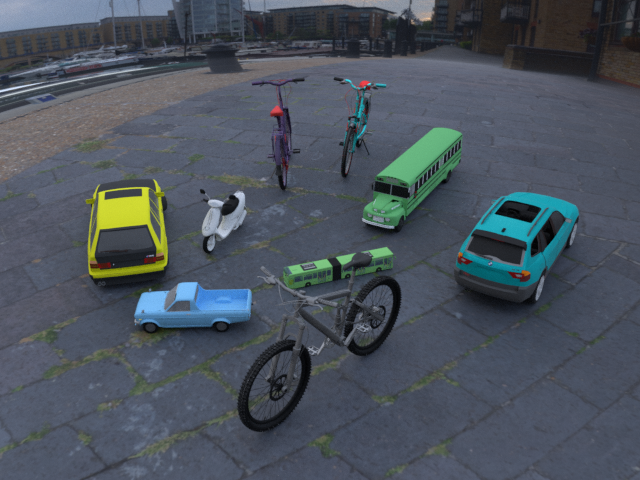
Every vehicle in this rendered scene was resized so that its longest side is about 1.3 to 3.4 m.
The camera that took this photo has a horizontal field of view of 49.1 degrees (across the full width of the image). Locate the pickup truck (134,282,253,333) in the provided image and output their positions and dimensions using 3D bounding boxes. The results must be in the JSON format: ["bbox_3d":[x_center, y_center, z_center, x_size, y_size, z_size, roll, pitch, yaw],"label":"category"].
[{"bbox_3d":[-1.736,0.896,9.645,1.603,0.511,0.640,-1,29,-2],"label":"pickup truck"}]

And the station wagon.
[{"bbox_3d":[-3.168,-0.383,11.506,1.327,0.920,3.105,-7,30,-12],"label":"station wagon"}]

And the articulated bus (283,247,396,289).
[{"bbox_3d":[0.306,0.425,10.711,1.749,0.289,0.311,-11,31,-18],"label":"articulated bus"}]

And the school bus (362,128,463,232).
[{"bbox_3d":[1.770,-1.181,13.006,0.709,0.844,3.322,15,33,25],"label":"school bus"}]

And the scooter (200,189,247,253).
[{"bbox_3d":[-1.591,-0.444,11.616,0.662,0.919,1.399,11,31,19],"label":"scooter"}]

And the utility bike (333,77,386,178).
[{"bbox_3d":[0.848,-2.495,14.333,1.039,1.839,2.791,6,30,11],"label":"utility bike"}]

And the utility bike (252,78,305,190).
[{"bbox_3d":[-0.826,-2.193,13.795,1.039,1.839,2.791,1,29,1],"label":"utility bike"}]

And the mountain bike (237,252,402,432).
[{"bbox_3d":[0.093,1.029,8.204,1.114,1.688,2.857,23,37,35],"label":"mountain bike"}]

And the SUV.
[{"bbox_3d":[3.111,-0.113,10.812,1.276,1.128,3.058,17,33,27],"label":"SUV"}]
